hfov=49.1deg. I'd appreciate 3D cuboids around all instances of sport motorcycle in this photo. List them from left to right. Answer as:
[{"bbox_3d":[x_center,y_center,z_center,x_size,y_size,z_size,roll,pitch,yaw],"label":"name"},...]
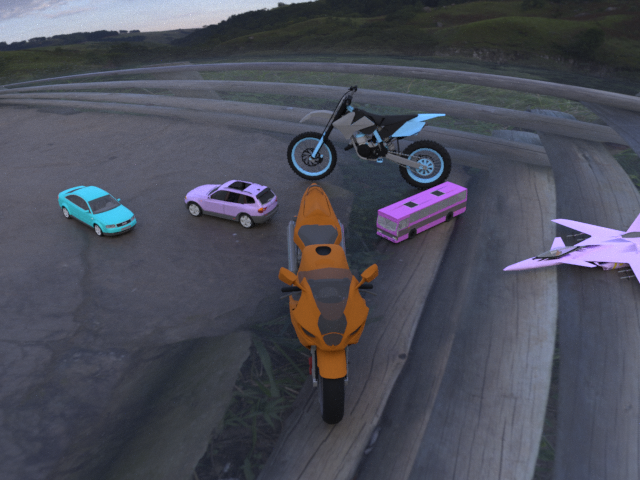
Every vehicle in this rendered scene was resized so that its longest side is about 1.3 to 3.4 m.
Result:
[{"bbox_3d":[0.032,0.600,7.815,0.983,1.596,2.955,-2,28,-4],"label":"sport motorcycle"}]

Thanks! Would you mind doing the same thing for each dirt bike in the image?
[{"bbox_3d":[0.832,-1.714,12.077,2.903,1.666,1.024,5,28,9],"label":"dirt bike"}]

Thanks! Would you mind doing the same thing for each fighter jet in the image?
[{"bbox_3d":[3.793,0.090,9.874,2.640,0.557,2.229,-8,29,-14],"label":"fighter jet"}]

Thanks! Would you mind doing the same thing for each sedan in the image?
[{"bbox_3d":[-3.548,-0.521,11.098,1.613,0.483,0.635,23,36,36],"label":"sedan"}]

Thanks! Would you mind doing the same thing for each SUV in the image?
[{"bbox_3d":[-1.434,-0.657,11.248,1.572,0.580,0.656,13,31,23],"label":"SUV"}]

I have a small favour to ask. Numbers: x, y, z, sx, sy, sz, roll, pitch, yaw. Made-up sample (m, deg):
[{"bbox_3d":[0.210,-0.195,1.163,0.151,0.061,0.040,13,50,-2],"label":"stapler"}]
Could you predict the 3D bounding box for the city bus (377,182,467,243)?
[{"bbox_3d":[1.613,-0.434,10.958,1.674,0.460,0.476,-23,36,-36],"label":"city bus"}]
